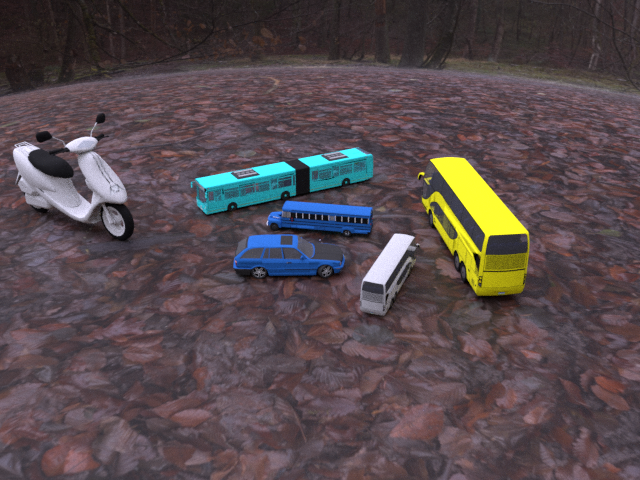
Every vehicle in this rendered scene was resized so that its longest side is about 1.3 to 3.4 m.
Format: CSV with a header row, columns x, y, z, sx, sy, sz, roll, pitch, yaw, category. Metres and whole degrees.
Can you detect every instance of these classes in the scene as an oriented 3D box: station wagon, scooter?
x,y,z,sx,sy,sz,roll,pitch,yaw,category
-0.440,0.206,10.097,1.597,0.473,0.682,0,27,-1,station wagon
-4.019,-1.064,11.163,2.721,1.786,1.288,16,31,29,scooter

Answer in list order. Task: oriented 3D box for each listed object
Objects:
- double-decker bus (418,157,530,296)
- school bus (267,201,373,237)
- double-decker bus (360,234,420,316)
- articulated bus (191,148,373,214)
x,y,z,sx,sy,sz,roll,pitch,yaw,category
2.221,-0.332,10.524,0.756,1.052,3.251,-3,27,-6,double-decker bus
-0.011,-0.351,11.250,1.708,0.434,0.365,5,27,10,school bus
0.969,0.426,9.585,0.389,0.541,1.672,10,28,19,double-decker bus
-0.590,-1.094,12.588,3.401,0.561,0.605,-14,30,-26,articulated bus
